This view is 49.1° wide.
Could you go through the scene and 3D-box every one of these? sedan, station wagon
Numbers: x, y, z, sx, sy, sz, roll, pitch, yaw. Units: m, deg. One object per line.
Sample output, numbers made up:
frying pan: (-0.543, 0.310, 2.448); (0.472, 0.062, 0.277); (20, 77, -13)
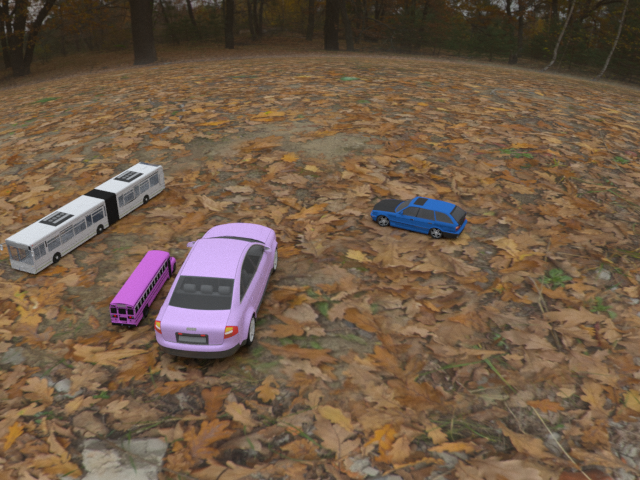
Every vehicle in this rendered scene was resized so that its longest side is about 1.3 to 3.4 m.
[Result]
sedan: (-1.334, 0.460, 9.634); (1.235, 0.940, 3.137); (3, 29, 6)
station wagon: (1.647, -0.447, 11.772); (1.597, 0.473, 0.682); (13, 31, 23)

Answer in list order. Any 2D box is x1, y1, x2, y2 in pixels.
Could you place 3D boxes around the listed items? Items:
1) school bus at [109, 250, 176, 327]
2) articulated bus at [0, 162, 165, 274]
school bus: (-2.454, 0.613, 9.881); (0.365, 0.434, 1.708); (4, 29, 7)
articulated bus: (-3.791, -0.465, 11.713); (0.605, 0.561, 3.401); (12, 31, 21)
